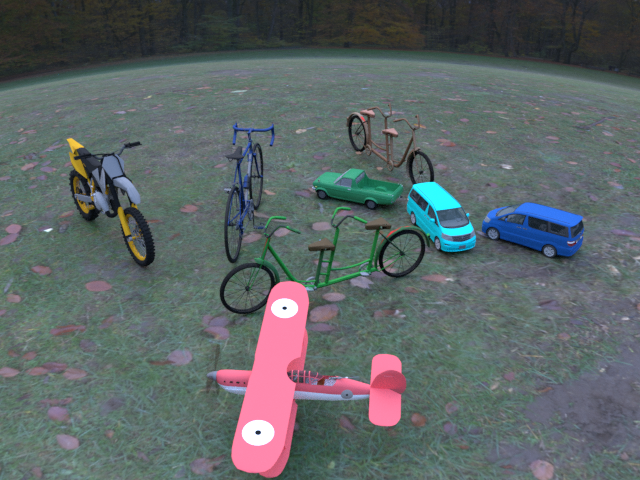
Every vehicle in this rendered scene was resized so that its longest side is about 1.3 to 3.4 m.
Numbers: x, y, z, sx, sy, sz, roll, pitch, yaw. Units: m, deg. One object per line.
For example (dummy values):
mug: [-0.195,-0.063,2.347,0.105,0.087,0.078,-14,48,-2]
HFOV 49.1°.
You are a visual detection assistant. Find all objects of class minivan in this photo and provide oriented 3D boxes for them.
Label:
minivan: [3.350,-0.232,11.081,1.548,0.616,0.681,20,34,33]
minivan: [1.963,-0.382,11.361,0.681,0.616,1.548,-8,29,-15]

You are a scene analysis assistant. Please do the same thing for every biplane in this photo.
biplane: [-0.163,1.551,7.376,2.120,0.981,2.598,3,28,5]

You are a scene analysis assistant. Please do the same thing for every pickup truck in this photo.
pickup truck: [0.668,-0.963,12.553,1.603,0.511,0.640,13,31,23]

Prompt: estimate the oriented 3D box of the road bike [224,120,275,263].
road bike: [-1.193,-0.882,11.193,0.696,1.656,3.004,3,28,5]

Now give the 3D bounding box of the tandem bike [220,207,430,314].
tandem bike: [0.151,0.177,9.569,3.192,1.326,0.550,-12,30,-21]

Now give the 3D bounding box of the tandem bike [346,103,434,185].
tandem bike: [1.306,-1.983,13.592,0.550,1.326,3.192,-13,31,-23]

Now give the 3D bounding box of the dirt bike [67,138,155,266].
dirt bike: [-3.327,-0.739,10.916,1.024,1.666,2.903,-21,35,-34]
